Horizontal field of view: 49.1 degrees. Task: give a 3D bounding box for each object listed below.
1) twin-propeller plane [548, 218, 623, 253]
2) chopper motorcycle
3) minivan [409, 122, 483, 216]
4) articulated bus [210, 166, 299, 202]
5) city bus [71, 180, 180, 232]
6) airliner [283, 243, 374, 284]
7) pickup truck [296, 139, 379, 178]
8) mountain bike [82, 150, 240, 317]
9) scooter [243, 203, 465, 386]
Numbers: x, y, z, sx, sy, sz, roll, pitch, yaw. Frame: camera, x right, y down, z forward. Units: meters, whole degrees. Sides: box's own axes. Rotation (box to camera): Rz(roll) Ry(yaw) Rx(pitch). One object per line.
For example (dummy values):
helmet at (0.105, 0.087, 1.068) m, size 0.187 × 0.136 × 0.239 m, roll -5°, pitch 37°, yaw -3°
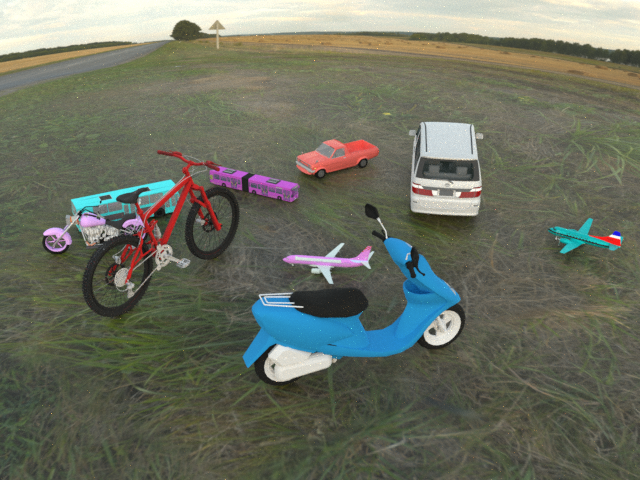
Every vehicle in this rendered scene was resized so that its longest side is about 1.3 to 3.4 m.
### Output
twin-propeller plane at (3.997, -0.075, 10.609) m, size 1.095 × 0.407 × 1.370 m, roll 19°, pitch 34°, yaw 31°
chopper motorcycle at (-3.363, -0.206, 10.479) m, size 1.563 × 0.761 × 0.466 m, roll -6°, pitch 29°, yaw -11°
minivan at (2.194, -1.431, 12.272) m, size 1.324 × 1.197 × 3.011 m, roll 4°, pitch 29°, yaw 7°
articulated bus at (-1.179, -1.000, 12.431) m, size 1.749 × 0.289 × 0.311 m, roll 14°, pitch 32°, yaw 25°
city bus at (-3.143, -0.549, 11.424) m, size 1.674 × 0.460 × 0.476 m, roll -15°, pitch 32°, yaw -25°
airliner at (0.104, 0.228, 10.029) m, size 1.307 × 0.429 × 1.161 m, roll 5°, pitch 29°, yaw 8°
pickup truck at (0.339, -1.624, 13.344) m, size 1.603 × 0.511 × 0.640 m, roll -17°, pitch 33°, yaw -28°
mountain bike at (-2.053, -0.153, 9.414) m, size 1.114 × 1.688 × 2.857 m, roll 18°, pitch 33°, yaw 30°
scooter at (0.463, 0.687, 7.767) m, size 2.721 × 1.786 × 1.288 m, roll -10°, pitch 30°, yaw -17°
